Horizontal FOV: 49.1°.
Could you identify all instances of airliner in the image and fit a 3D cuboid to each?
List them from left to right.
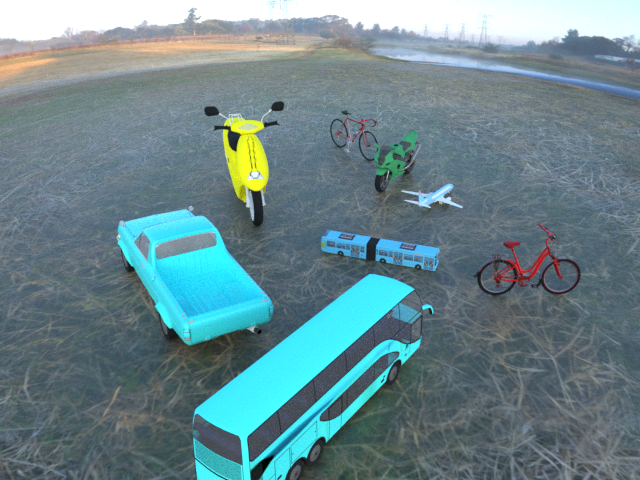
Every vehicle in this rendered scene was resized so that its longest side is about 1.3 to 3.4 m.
[{"bbox_3d":[1.984,-0.838,11.987,1.161,0.429,1.307,19,33,32],"label":"airliner"}]

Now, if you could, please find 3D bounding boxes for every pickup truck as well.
[{"bbox_3d":[-1.746,0.315,9.164,1.244,0.993,3.117,-14,31,-25],"label":"pickup truck"}]

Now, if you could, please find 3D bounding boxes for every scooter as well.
[{"bbox_3d":[-1.273,-1.512,11.812,1.288,1.786,2.721,-7,28,-12],"label":"scooter"}]

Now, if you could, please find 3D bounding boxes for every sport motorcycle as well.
[{"bbox_3d":[1.386,-1.445,12.730,0.506,0.821,1.520,16,31,28],"label":"sport motorcycle"}]

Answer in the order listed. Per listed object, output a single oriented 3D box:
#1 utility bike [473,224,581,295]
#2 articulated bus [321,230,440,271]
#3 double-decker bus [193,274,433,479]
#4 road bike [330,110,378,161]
[{"bbox_3d":[2.754,0.284,9.275,1.435,0.946,0.535,0,28,-1],"label":"utility bike"},{"bbox_3d":[0.876,0.149,10.245,1.749,0.289,0.311,10,29,18],"label":"articulated bus"},{"bbox_3d":[0.063,1.360,7.095,0.756,1.052,3.251,18,33,31],"label":"double-decker bus"},{"bbox_3d":[0.672,-2.134,14.017,0.358,0.852,1.545,-19,33,-31],"label":"road bike"}]
